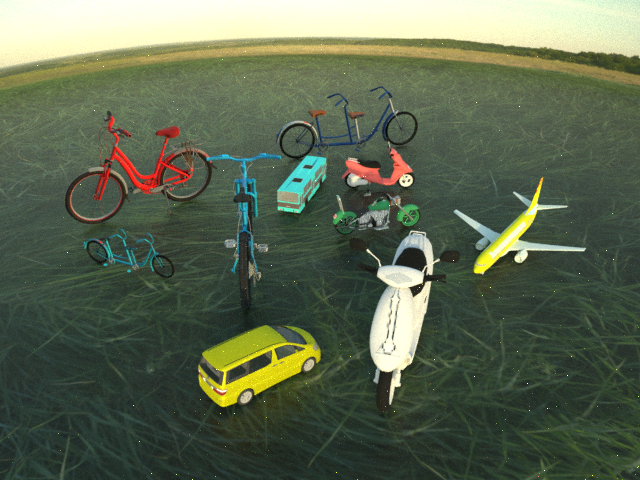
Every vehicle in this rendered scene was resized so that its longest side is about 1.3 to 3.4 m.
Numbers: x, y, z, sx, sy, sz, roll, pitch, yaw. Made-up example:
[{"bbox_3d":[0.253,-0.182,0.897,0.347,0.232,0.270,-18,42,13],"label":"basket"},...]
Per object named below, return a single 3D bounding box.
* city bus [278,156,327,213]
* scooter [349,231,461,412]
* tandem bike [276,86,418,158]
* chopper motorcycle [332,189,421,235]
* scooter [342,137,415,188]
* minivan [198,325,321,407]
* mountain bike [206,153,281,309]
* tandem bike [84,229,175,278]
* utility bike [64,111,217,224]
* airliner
[{"bbox_3d":[-0.313,-1.036,13.073,0.476,0.460,1.674,9,31,15],"label":"city bus"},{"bbox_3d":[1.040,0.678,8.697,1.288,1.786,2.721,8,30,13],"label":"scooter"},{"bbox_3d":[0.612,-2.467,14.723,3.192,1.326,0.550,-9,31,-15],"label":"tandem bike"},{"bbox_3d":[0.967,-0.493,11.808,1.563,0.761,0.466,-8,31,-15],"label":"chopper motorcycle"},{"bbox_3d":[1.119,-1.403,13.255,1.399,0.919,0.662,0,30,0],"label":"scooter"},{"bbox_3d":[-0.707,1.432,8.554,1.548,0.616,0.681,-21,36,-33],"label":"minivan"},{"bbox_3d":[-1.113,-0.272,10.476,1.114,1.688,2.857,-2,30,-3],"label":"mountain bike"},{"bbox_3d":[-2.950,0.167,10.722,1.642,0.682,0.283,11,31,19],"label":"tandem bike"},{"bbox_3d":[-3.028,-1.262,12.072,2.791,1.839,1.039,-17,34,-28],"label":"utility bike"},{"bbox_3d":[3.075,-0.227,11.262,2.257,0.835,2.541,20,35,31],"label":"airliner"}]
